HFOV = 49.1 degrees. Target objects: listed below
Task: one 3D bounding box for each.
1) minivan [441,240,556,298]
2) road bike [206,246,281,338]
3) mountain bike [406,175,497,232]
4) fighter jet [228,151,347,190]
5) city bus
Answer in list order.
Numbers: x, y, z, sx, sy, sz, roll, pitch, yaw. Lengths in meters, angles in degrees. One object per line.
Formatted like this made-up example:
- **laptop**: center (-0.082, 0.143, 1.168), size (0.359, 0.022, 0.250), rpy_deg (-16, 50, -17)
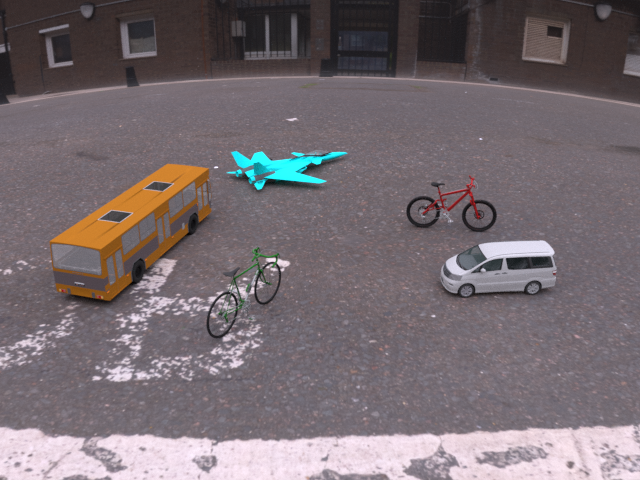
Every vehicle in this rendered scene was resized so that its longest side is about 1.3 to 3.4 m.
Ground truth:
- **minivan**: center (2.480, 0.378, 9.775), size (1.548, 0.616, 0.681), rpy_deg (-2, 26, -4)
- **road bike**: center (-0.950, 0.639, 8.960), size (0.358, 0.852, 1.545), rpy_deg (15, 30, 29)
- **mountain bike**: center (2.157, -0.569, 11.454), size (1.469, 0.868, 0.573), rpy_deg (4, 26, 9)
- **fighter jet**: center (-0.463, -1.647, 14.056), size (2.640, 0.557, 2.229), rpy_deg (-19, 31, -34)
- **city bus**: center (-2.706, -0.192, 10.640), size (0.926, 0.894, 3.255), rpy_deg (8, 27, 16)
